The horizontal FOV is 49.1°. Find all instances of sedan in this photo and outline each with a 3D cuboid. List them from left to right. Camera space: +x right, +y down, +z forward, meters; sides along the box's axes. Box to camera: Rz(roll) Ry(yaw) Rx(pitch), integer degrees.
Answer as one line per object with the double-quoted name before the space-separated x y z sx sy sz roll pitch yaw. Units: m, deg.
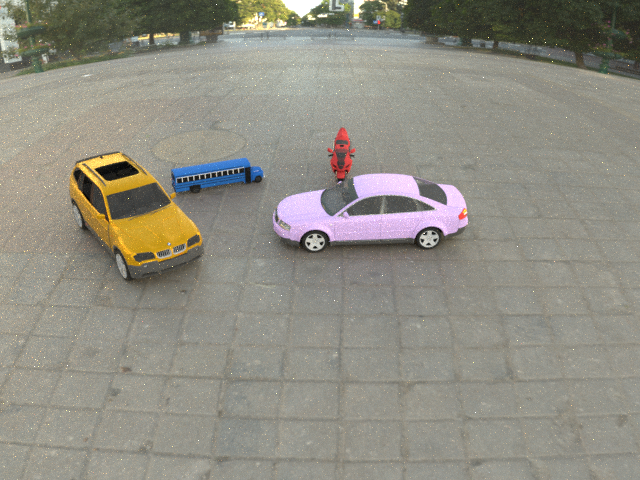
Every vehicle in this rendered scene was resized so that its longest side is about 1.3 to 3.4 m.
"sedan" 0.801 -0.511 11.270 3.137 0.940 1.235 -2 30 -3

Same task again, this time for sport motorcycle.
"sport motorcycle" 0.402 -1.486 13.048 0.506 0.821 1.520 1 30 2

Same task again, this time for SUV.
"SUV" -2.987 -0.481 11.034 1.276 1.128 3.058 -20 36 -30

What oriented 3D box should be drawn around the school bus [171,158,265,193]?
"school bus" -1.871 -1.205 12.950 1.708 0.434 0.365 -12 32 -19
